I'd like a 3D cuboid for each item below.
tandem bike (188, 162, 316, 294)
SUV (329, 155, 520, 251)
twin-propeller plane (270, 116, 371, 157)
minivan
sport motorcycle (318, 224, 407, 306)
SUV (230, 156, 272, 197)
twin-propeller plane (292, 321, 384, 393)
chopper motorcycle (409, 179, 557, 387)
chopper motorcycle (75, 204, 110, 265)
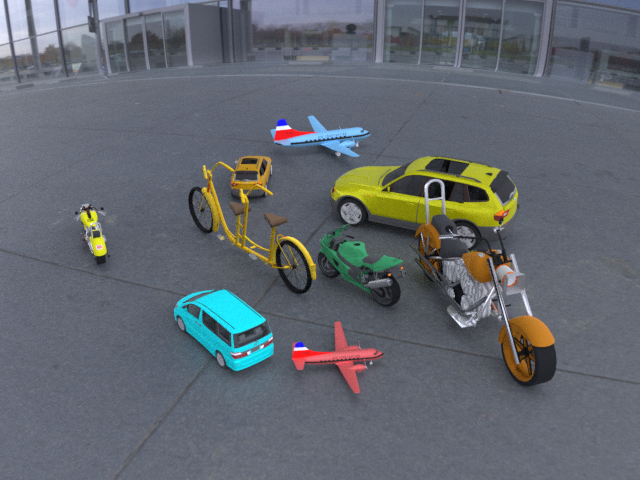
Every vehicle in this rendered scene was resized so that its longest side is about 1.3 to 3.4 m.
[{"bbox_3d":[-1.100,-0.278,10.202,0.550,1.326,3.192,-22,35,-35],"label":"tandem bike"},{"bbox_3d":[1.662,-0.757,11.318,3.058,1.128,1.276,13,31,24],"label":"SUV"},{"bbox_3d":[0.070,-2.200,14.409,2.129,0.792,2.663,-10,29,-18],"label":"twin-propeller plane"},{"bbox_3d":[-1.219,0.985,8.570,0.681,0.616,1.548,-21,34,-34],"label":"minivan"},{"bbox_3d":[0.521,0.340,9.572,0.506,0.821,1.520,-25,37,-39],"label":"sport motorcycle"},{"bbox_3d":[-1.255,-1.260,12.856,0.656,0.580,1.572,1,28,2],"label":"SUV"},{"bbox_3d":[0.216,1.321,8.159,1.095,0.407,1.370,-4,28,-7],"label":"twin-propeller plane"},{"bbox_3d":[1.975,0.430,8.696,0.906,1.480,3.040,-9,29,-16],"label":"chopper motorcycle"},{"bbox_3d":[-3.487,-0.210,10.677,0.466,0.761,1.563,-12,30,-22],"label":"chopper motorcycle"}]
